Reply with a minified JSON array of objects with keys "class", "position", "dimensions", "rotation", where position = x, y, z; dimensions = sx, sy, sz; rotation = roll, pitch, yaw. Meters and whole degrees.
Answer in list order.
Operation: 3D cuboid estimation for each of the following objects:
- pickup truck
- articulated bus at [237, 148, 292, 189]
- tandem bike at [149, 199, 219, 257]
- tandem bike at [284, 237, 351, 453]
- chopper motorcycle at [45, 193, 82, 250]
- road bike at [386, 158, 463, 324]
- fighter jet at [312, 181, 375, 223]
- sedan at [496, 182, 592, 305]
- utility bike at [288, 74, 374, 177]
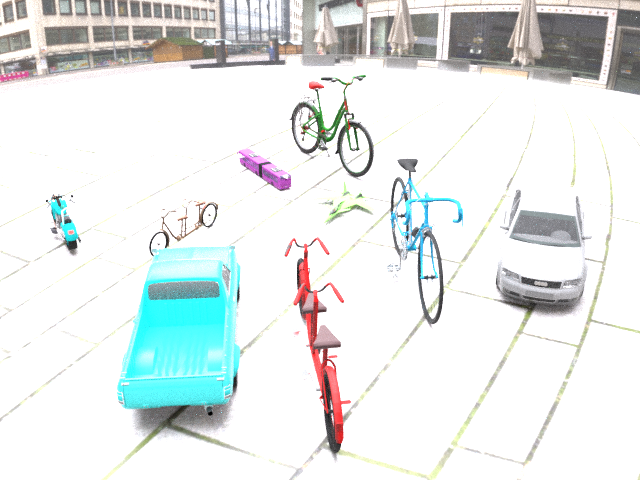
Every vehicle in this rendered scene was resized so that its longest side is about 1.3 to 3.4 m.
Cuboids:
[{"class":"pickup truck","position":[-1.552,0.826,8.168],"dimensions":[1.244,0.993,3.117],"rotation":[-2,27,-4]},{"class":"articulated bus","position":[-1.071,-1.368,13.354],"dimensions":[0.311,0.289,1.749],"rotation":[-15,30,-28]},{"class":"tandem bike","position":[-2.074,-0.298,10.769],"dimensions":[0.283,0.682,1.642],"rotation":[14,30,26]},{"class":"tandem bike","position":[-0.051,0.904,7.639],"dimensions":[0.550,1.326,3.192],"rotation":[-4,27,-7]},{"class":"chopper motorcycle","position":[-4.022,-0.402,10.889],"dimensions":[0.466,0.761,1.563],"rotation":[-14,30,-26]},{"class":"road bike","position":[1.269,-0.166,9.415],"dimensions":[0.696,1.656,3.004],"rotation":[-3,27,-5]},{"class":"fighter jet","position":[0.347,-0.623,11.863],"dimensions":[1.147,0.286,1.358],"rotation":[12,29,22]},{"class":"sedan","position":[3.245,-0.133,10.149],"dimensions":[1.235,0.940,3.137],"rotation":[8,28,15]},{"class":"utility bike","position":[0.250,-2.400,13.687],"dimensions":[1.039,1.839,2.791],"rotation":[-18,31,-31]}]
